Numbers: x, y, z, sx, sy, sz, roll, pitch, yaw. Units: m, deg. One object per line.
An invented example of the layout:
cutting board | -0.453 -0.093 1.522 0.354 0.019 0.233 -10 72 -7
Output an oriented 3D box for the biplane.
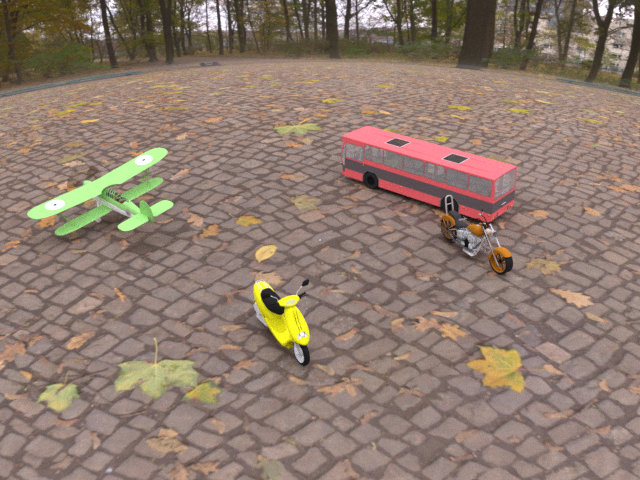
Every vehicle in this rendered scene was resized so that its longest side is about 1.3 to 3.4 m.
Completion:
biplane | -3.391 -0.626 11.547 2.120 0.981 2.598 24 36 37

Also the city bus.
city bus | 1.884 -1.217 12.741 3.255 0.894 0.926 22 35 35

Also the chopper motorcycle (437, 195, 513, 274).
chopper motorcycle | 2.395 -0.093 10.785 0.466 0.761 1.563 -15 32 -26

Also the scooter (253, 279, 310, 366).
scooter | -0.497 0.895 8.773 0.662 0.919 1.399 -16 32 -27
